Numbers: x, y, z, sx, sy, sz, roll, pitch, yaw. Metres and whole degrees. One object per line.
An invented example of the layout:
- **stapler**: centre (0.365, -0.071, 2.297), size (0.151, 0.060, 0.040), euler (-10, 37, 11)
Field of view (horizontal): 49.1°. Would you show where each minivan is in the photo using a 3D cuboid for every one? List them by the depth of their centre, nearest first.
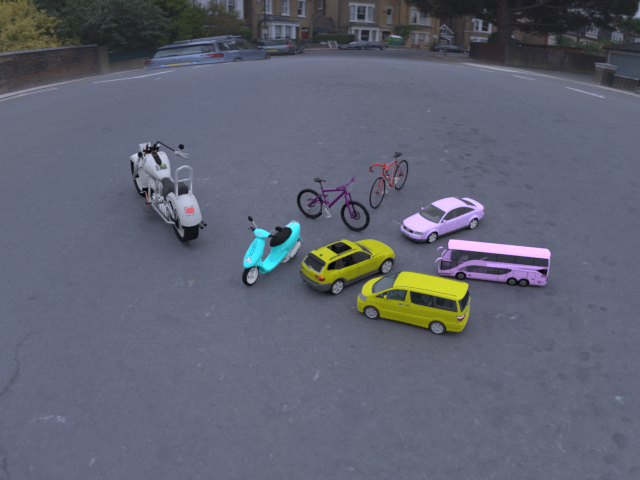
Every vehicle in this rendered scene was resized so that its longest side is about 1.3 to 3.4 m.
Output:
- **minivan**: centre (1.286, 0.804, 9.705), size (1.548, 0.616, 0.681), euler (11, 31, 20)

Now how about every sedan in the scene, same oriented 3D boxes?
- **sedan**: centre (2.111, -0.401, 12.019), size (1.613, 0.483, 0.635), euler (-18, 33, -29)

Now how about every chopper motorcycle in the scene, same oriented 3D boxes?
- **chopper motorcycle**: centre (-2.775, -1.068, 12.196), size (0.906, 1.480, 3.040), euler (-16, 33, -26)

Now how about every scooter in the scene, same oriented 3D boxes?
- **scooter**: centre (-0.729, 0.063, 10.730), size (0.662, 0.919, 1.399), euler (19, 34, 31)

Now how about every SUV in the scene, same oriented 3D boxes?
- **SUV**: centre (0.438, 0.302, 10.648), size (1.572, 0.580, 0.656), euler (-20, 35, -32)

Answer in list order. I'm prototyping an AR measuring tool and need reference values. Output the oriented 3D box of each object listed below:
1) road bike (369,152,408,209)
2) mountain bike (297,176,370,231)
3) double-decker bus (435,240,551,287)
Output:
- **road bike**: centre (1.301, -1.164, 13.017), size (0.358, 0.852, 1.545), euler (17, 33, 28)
- **mountain bike**: centre (0.213, -0.658, 12.086), size (1.469, 0.868, 0.573), euler (17, 33, 28)
- **double-decker bus**: centre (2.604, 0.342, 10.617), size (1.672, 0.541, 0.389), euler (6, 30, 11)
